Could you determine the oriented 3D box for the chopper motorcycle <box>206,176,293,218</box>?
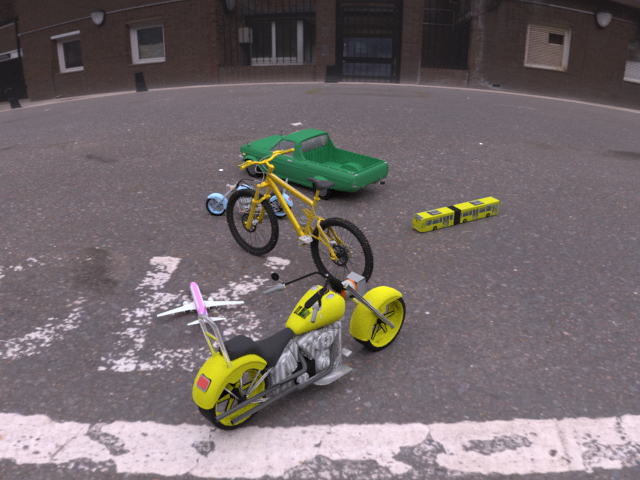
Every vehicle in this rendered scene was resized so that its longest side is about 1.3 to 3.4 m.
[{"bbox_3d":[-1.256,-0.760,12.334,1.563,0.761,0.466,4,25,8],"label":"chopper motorcycle"}]

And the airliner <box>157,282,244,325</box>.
[{"bbox_3d":[-1.635,0.776,9.455,1.161,0.429,1.307,-8,26,-16],"label":"airliner"}]

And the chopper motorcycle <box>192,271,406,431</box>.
[{"bbox_3d":[-0.095,0.987,7.771,3.040,1.480,0.906,-22,33,-39],"label":"chopper motorcycle"}]

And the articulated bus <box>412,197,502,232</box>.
[{"bbox_3d":[2.401,-0.451,12.232,1.749,0.289,0.311,-13,28,-26],"label":"articulated bus"}]

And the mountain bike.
[{"bbox_3d":[-0.378,-0.311,10.290,2.857,1.688,1.114,19,31,35],"label":"mountain bike"}]

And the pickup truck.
[{"bbox_3d":[-0.179,-1.614,13.880,3.117,0.993,1.244,20,32,36],"label":"pickup truck"}]
